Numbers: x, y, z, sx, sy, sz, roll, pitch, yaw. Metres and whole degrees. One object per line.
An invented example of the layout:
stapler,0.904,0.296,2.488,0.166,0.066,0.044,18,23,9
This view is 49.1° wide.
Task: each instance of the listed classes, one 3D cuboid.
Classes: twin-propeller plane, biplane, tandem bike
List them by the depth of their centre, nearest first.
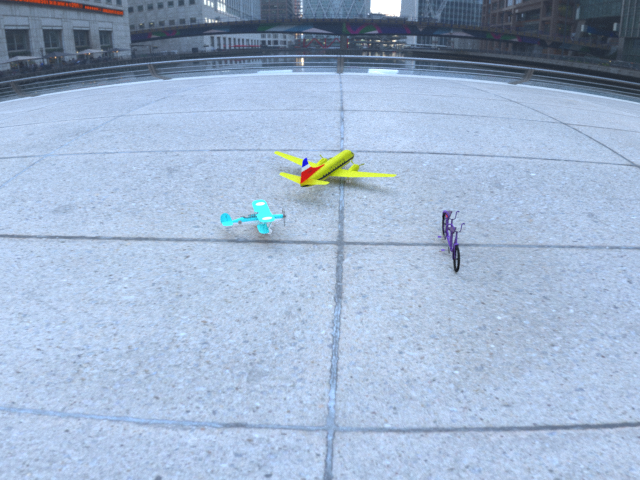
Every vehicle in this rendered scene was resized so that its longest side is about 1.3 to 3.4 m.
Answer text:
tandem bike,2.047,-0.122,10.921,0.283,0.682,1.642,0,27,1
biplane,-1.095,-0.341,11.543,1.090,0.504,1.336,-5,28,-10
twin-propeller plane,0.159,-1.464,13.421,2.663,0.792,2.129,14,30,26
